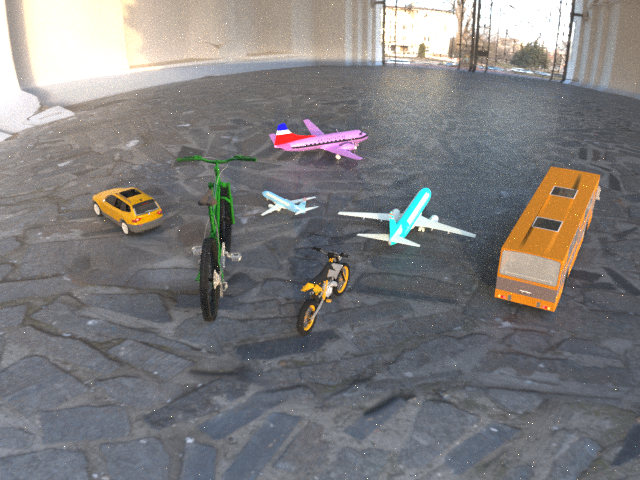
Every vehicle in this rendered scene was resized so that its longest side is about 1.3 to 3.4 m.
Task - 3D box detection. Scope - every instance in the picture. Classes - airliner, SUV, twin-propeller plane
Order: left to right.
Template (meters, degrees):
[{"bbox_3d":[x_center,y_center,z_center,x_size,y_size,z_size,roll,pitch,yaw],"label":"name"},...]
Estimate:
[{"bbox_3d":[-3.231,-0.588,11.703,0.656,0.580,1.572,-23,36,-37],"label":"SUV"},{"bbox_3d":[-0.624,-0.727,12.131,1.161,0.429,1.307,-21,34,-34],"label":"airliner"},{"bbox_3d":[0.055,-2.129,14.405,2.129,0.792,2.663,-12,30,-21],"label":"twin-propeller plane"},{"bbox_3d":[1.464,-0.543,11.345,2.257,0.835,2.541,11,30,19],"label":"airliner"}]

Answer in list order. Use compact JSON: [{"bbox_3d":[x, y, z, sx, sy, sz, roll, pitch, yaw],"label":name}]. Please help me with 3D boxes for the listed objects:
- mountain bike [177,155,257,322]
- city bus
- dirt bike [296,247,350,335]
[{"bbox_3d":[-1.434,-0.166,9.714,1.114,1.688,2.857,0,28,-1],"label":"mountain bike"},{"bbox_3d":[3.446,-0.085,10.412,0.926,0.894,3.255,14,31,24],"label":"city bus"},{"bbox_3d":[0.062,0.588,9.172,0.527,0.857,1.493,13,30,23],"label":"dirt bike"}]
